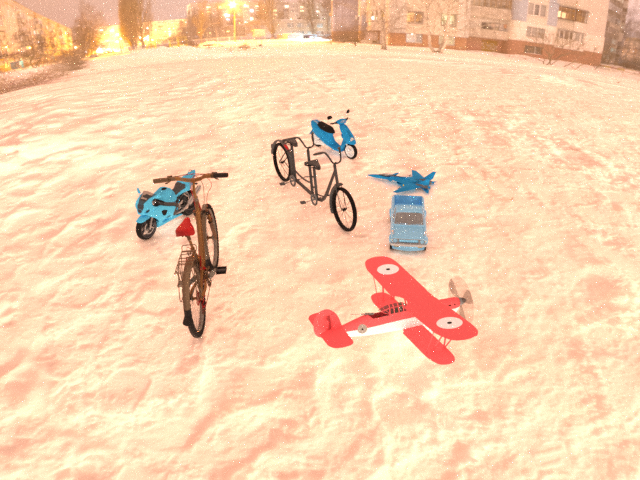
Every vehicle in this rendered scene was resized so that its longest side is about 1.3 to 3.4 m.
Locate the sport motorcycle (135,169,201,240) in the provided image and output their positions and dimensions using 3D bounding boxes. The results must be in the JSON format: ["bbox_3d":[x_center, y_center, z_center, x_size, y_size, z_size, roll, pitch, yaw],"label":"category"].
[{"bbox_3d":[-2.604,-0.610,11.939,0.506,0.821,1.520,16,33,27],"label":"sport motorcycle"}]

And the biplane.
[{"bbox_3d":[0.911,0.972,8.956,2.120,0.981,2.598,-10,31,-17],"label":"biplane"}]

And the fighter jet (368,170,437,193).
[{"bbox_3d":[1.549,-1.227,13.585,1.358,0.286,1.147,13,32,21],"label":"fighter jet"}]

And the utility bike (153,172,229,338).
[{"bbox_3d":[-1.770,0.050,9.722,1.039,1.839,2.791,0,29,-1],"label":"utility bike"}]

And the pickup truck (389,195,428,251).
[{"bbox_3d":[1.488,-0.355,11.801,0.640,0.511,1.603,3,29,5],"label":"pickup truck"}]

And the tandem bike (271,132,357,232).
[{"bbox_3d":[-0.174,-1.267,12.594,0.550,1.326,3.192,-15,33,-25],"label":"tandem bike"}]

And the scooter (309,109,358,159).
[{"bbox_3d":[0.276,-2.296,14.844,0.662,0.919,1.399,-26,38,-38],"label":"scooter"}]
